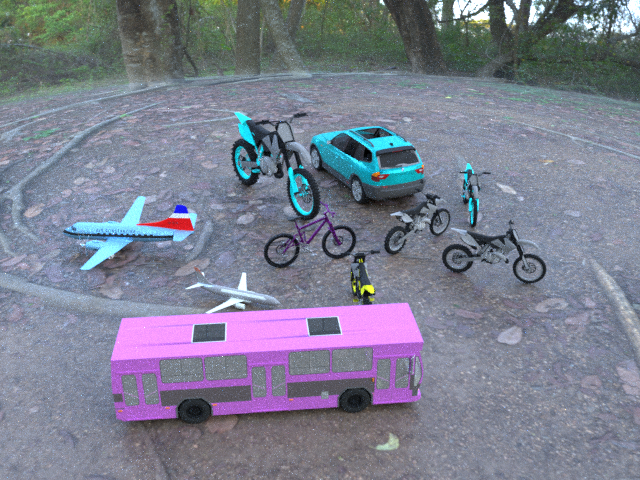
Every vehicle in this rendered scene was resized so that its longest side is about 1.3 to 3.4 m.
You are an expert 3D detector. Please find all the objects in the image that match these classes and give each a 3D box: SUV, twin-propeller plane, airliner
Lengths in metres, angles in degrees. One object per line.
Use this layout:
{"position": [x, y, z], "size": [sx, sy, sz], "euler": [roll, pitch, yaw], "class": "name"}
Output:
{"position": [0.851, -1.646, 13.488], "size": [1.276, 1.128, 3.058], "euler": [-11, 28, -21], "class": "SUV"}
{"position": [-3.020, -0.214, 10.970], "size": [2.129, 0.792, 2.663], "euler": [2, 26, 4], "class": "twin-propeller plane"}
{"position": [-1.155, 0.657, 9.617], "size": [1.307, 0.429, 1.161], "euler": [9, 28, 17], "class": "airliner"}

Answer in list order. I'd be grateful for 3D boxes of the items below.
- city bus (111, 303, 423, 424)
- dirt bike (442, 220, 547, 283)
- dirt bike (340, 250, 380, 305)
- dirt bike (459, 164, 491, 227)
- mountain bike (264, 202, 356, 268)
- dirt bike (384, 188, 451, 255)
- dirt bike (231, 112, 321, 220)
{"position": [-0.552, 1.354, 7.682], "size": [3.255, 0.894, 0.926], "euler": [-3, 26, -5], "class": "city bus"}
{"position": [2.525, 0.167, 10.126], "size": [1.493, 0.857, 0.527], "euler": [9, 28, 17], "class": "dirt bike"}
{"position": [0.550, 0.607, 9.235], "size": [0.527, 0.857, 1.493], "euler": [-3, 26, -6], "class": "dirt bike"}
{"position": [2.636, -0.845, 12.173], "size": [0.527, 0.857, 1.493], "euler": [2, 26, 4], "class": "dirt bike"}
{"position": [-0.138, -0.042, 10.536], "size": [1.469, 0.868, 0.573], "euler": [-8, 28, -17], "class": "mountain bike"}
{"position": [1.570, -0.319, 11.109], "size": [1.493, 0.857, 0.527], "euler": [-20, 33, -35], "class": "dirt bike"}
{"position": [-0.844, -1.474, 12.532], "size": [1.024, 1.666, 2.903], "euler": [-17, 31, -31], "class": "dirt bike"}
